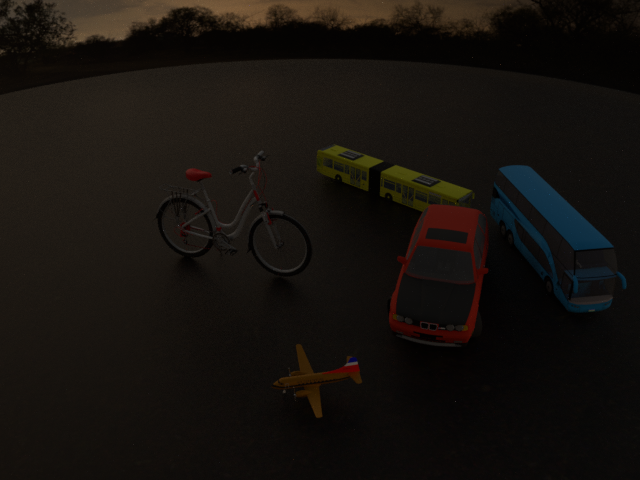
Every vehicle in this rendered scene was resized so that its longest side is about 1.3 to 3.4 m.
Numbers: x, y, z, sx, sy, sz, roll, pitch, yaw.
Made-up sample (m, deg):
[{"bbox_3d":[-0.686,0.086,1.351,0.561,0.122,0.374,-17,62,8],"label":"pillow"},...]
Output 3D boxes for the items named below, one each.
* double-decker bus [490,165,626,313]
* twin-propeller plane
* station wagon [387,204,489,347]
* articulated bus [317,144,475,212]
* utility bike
[{"bbox_3d":[3.564,-0.081,10.916,0.756,1.052,3.251,-4,29,-8],"label":"double-decker bus"},{"bbox_3d":[-0.049,1.642,8.474,1.095,0.407,1.370,-6,29,-10],"label":"twin-propeller plane"},{"bbox_3d":[1.811,0.357,10.262,1.327,0.920,3.105,8,30,14],"label":"station wagon"},{"bbox_3d":[1.328,-1.109,13.279,3.401,0.561,0.605,24,37,37],"label":"articulated bus"},{"bbox_3d":[-1.378,-0.466,10.800,2.791,1.839,1.039,11,31,18],"label":"utility bike"}]
